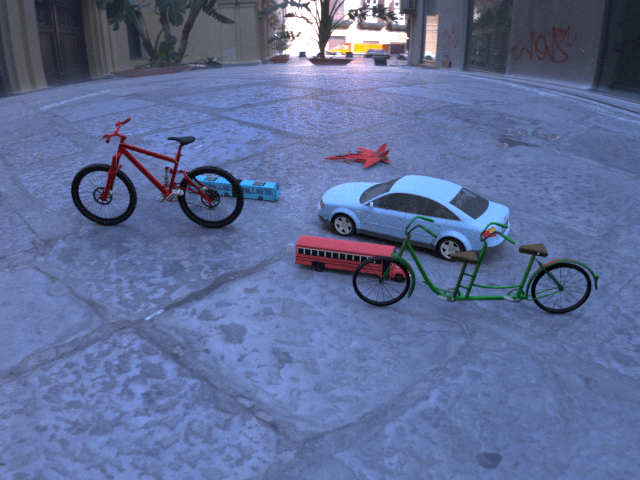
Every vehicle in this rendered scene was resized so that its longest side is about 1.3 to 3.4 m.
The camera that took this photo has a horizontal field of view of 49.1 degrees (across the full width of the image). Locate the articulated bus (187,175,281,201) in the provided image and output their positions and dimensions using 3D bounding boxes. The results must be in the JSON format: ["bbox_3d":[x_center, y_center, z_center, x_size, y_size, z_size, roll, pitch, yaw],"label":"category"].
[{"bbox_3d":[-1.589,-0.956,12.777,1.749,0.289,0.311,7,28,13],"label":"articulated bus"}]

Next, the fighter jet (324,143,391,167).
[{"bbox_3d":[0.745,-1.764,14.345,1.358,0.286,1.147,-2,27,-4],"label":"fighter jet"}]

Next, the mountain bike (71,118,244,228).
[{"bbox_3d":[-2.659,-0.984,11.307,2.857,1.688,1.114,2,27,3],"label":"mountain bike"}]

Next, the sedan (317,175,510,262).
[{"bbox_3d":[1.443,-0.508,11.201,3.137,0.940,1.235,13,30,24],"label":"sedan"}]

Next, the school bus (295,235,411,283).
[{"bbox_3d":[0.497,0.262,10.259,1.708,0.434,0.365,7,28,14],"label":"school bus"}]

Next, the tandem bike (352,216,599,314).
[{"bbox_3d":[2.022,0.356,9.106,3.192,1.326,0.550,2,27,4],"label":"tandem bike"}]
